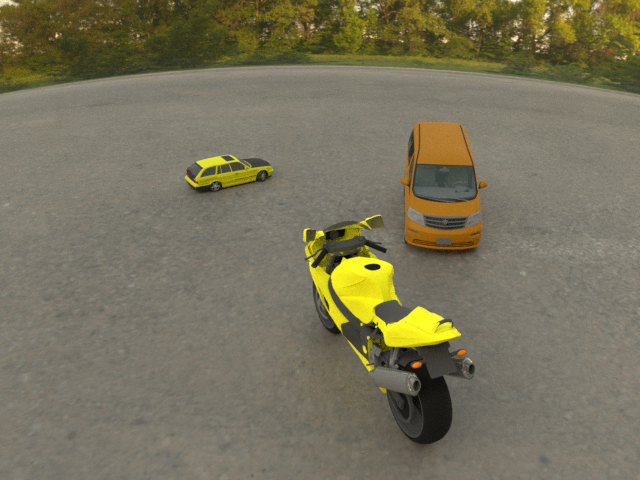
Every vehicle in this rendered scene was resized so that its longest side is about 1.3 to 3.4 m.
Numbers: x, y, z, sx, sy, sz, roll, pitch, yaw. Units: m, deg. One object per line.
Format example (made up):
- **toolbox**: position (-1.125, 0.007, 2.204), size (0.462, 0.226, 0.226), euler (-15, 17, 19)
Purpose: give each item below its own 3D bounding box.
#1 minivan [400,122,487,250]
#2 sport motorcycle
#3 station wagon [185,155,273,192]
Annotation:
- **minivan**: position (1.960, -0.938, 11.374), size (1.324, 1.197, 3.011), euler (3, 27, 5)
- **sport motorcycle**: position (0.569, 0.829, 7.488), size (0.983, 1.596, 2.955), euler (-11, 29, -21)
- **station wagon**: position (-1.649, -1.291, 12.855), size (1.597, 0.473, 0.682), euler (-15, 31, -27)
